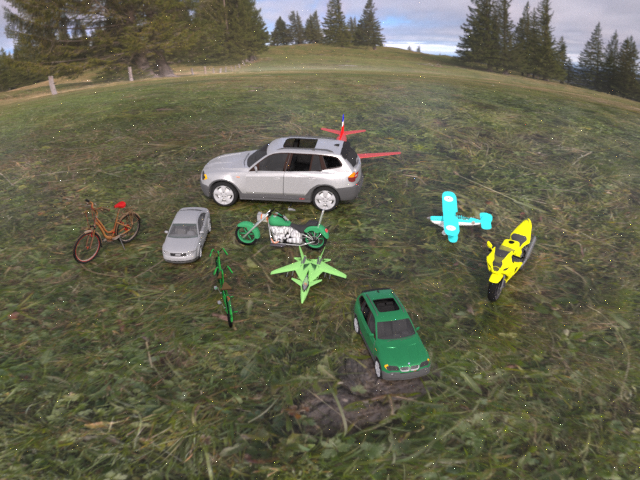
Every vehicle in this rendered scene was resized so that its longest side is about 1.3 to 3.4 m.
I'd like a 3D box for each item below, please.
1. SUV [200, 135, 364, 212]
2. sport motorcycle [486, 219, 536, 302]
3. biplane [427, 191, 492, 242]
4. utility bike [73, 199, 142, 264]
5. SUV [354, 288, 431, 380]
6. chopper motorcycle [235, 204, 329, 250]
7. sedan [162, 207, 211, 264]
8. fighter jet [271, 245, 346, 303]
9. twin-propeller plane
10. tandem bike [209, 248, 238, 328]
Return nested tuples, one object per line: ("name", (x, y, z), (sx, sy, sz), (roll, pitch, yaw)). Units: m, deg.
("SUV", (-0.712, -1.321, 13.118), (3.058, 1.128, 1.276), (3, 27, 6))
("sport motorcycle", (2.789, 0.287, 10.294), (0.506, 0.821, 1.520), (16, 31, 28))
("biplane", (2.356, -0.323, 11.844), (1.090, 0.504, 1.336), (3, 27, 6))
("utility bike", (-3.346, -0.220, 11.154), (0.535, 0.946, 1.435), (17, 31, 30))
("SUV", (0.881, 1.151, 8.861), (0.656, 0.580, 1.572), (-6, 28, -11))
("chopper motorcycle", (-0.623, -0.219, 11.357), (1.563, 0.761, 0.466), (5, 27, 11))
("sedan", (-2.187, -0.144, 11.515), (0.635, 0.483, 1.613), (0, 27, 1))
("fighter jet", (-0.185, 0.509, 10.447), (1.147, 0.286, 1.358), (3, 27, 5))
("twin-propeller plane", (0.395, -2.035, 14.893), (2.663, 0.792, 2.129), (4, 27, 7))
("tandem bike", (-1.365, 0.598, 9.836), (0.283, 0.682, 1.642), (-7, 28, -13))
